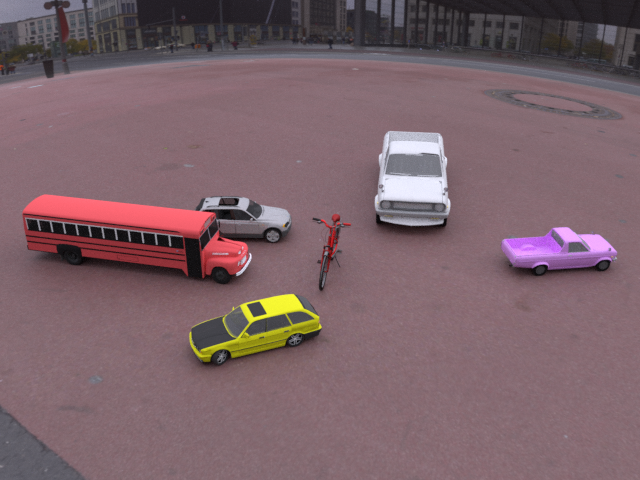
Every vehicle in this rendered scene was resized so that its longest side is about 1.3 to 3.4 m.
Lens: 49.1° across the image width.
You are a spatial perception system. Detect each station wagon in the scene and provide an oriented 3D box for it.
[{"bbox_3d":[-0.802,1.046,8.583,1.597,0.473,0.682,-11,30,-19],"label":"station wagon"}]

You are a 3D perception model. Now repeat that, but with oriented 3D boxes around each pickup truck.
[{"bbox_3d":[1.627,-1.240,12.245,1.244,0.993,3.117,3,29,6],"label":"pickup truck"},{"bbox_3d":[3.491,0.129,10.232,1.603,0.511,0.640,-4,29,-7],"label":"pickup truck"}]

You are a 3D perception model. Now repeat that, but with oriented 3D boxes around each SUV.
[{"bbox_3d":[-1.234,-0.354,11.048,1.572,0.580,0.656,0,29,1],"label":"SUV"}]

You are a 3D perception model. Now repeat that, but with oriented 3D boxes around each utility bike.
[{"bbox_3d":[0.191,0.051,9.920,0.535,0.946,1.435,5,29,9],"label":"utility bike"}]

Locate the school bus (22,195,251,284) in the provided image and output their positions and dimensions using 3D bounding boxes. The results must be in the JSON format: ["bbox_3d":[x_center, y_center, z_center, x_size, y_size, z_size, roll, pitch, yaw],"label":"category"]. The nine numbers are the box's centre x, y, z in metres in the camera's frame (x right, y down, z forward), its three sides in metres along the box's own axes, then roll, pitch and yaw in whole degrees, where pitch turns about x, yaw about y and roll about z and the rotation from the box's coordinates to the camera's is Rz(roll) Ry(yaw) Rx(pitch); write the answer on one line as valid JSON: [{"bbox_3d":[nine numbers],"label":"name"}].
[{"bbox_3d":[-2.648,-0.046,10.205,3.322,0.844,0.709,7,29,12],"label":"school bus"}]
